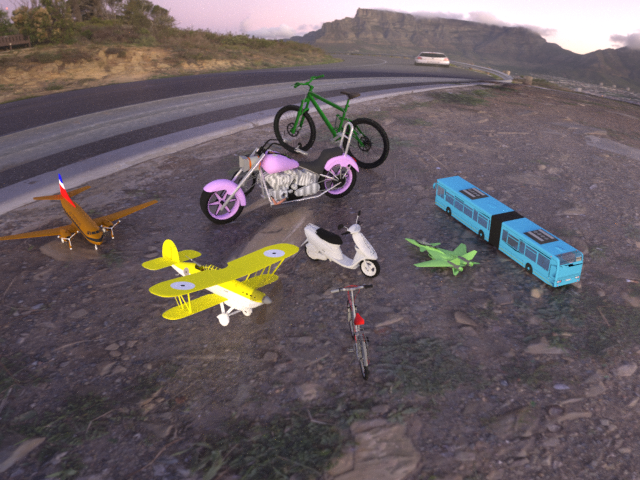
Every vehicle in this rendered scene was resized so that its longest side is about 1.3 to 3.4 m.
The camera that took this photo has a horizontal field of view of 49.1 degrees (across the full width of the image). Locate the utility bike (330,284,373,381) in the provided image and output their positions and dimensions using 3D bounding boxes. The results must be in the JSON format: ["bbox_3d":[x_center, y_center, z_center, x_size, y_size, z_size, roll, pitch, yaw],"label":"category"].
[{"bbox_3d":[0.414,1.067,8.669,0.535,0.946,1.435,-3,27,-6],"label":"utility bike"}]

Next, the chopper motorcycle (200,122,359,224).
[{"bbox_3d":[-0.683,-1.215,12.551,3.040,1.480,0.906,-12,30,-23],"label":"chopper motorcycle"}]

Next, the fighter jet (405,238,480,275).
[{"bbox_3d":[1.856,0.134,11.221,1.147,0.286,1.358,-21,34,-35],"label":"fighter jet"}]

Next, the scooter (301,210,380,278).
[{"bbox_3d":[0.310,0.032,10.725,1.399,0.919,0.662,16,31,28],"label":"scooter"}]

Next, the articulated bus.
[{"bbox_3d":[2.997,-0.240,11.652,0.605,0.561,3.401,-11,29,-20],"label":"articulated bus"}]

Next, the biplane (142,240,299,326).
[{"bbox_3d":[-1.443,0.527,9.689,2.120,0.981,2.598,20,33,33],"label":"biplane"}]

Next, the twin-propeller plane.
[{"bbox_3d":[-4.094,-0.477,11.863,2.663,0.792,2.129,-17,32,-30],"label":"twin-propeller plane"}]

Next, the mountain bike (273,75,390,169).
[{"bbox_3d":[0.196,-2.483,14.804,2.857,1.688,1.114,16,31,28],"label":"mountain bike"}]

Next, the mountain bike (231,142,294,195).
[{"bbox_3d":[-1.103,-1.362,13.512,1.469,0.868,0.573,-20,33,-34],"label":"mountain bike"}]
